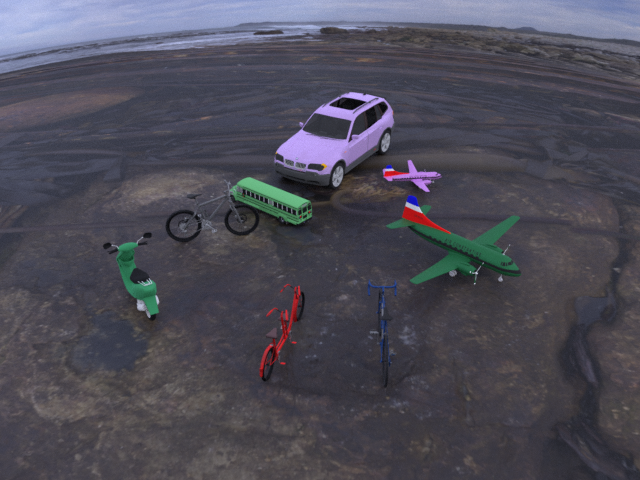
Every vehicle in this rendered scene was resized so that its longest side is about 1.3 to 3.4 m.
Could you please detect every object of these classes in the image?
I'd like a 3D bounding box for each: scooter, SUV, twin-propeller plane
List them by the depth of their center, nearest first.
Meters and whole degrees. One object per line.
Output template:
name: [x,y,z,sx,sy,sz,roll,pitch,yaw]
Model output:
scooter: [-2.479,0.439,9.412,0.662,0.919,1.399,-16,34,-26]
twin-propeller plane: [2.045,-0.015,10.321,2.129,0.792,2.663,26,39,37]
twin-propeller plane: [1.697,-1.200,12.746,1.095,0.407,1.370,-4,30,-6]
SUV: [0.338,-1.999,13.406,1.276,1.128,3.058,17,34,27]

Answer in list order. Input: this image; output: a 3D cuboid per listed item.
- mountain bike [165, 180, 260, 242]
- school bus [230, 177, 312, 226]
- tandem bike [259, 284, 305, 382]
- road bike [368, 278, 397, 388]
mountain bike: [-1.678,-0.403,10.913,1.469,0.868,0.573,-7,31,-11]
school bus: [-0.882,-0.678,11.819,1.708,0.434,0.365,23,37,34]
tandem bike: [-0.448,1.050,8.594,0.283,0.682,1.642,8,31,14]
road bike: [0.762,1.051,8.424,0.358,0.852,1.545,1,30,1]
